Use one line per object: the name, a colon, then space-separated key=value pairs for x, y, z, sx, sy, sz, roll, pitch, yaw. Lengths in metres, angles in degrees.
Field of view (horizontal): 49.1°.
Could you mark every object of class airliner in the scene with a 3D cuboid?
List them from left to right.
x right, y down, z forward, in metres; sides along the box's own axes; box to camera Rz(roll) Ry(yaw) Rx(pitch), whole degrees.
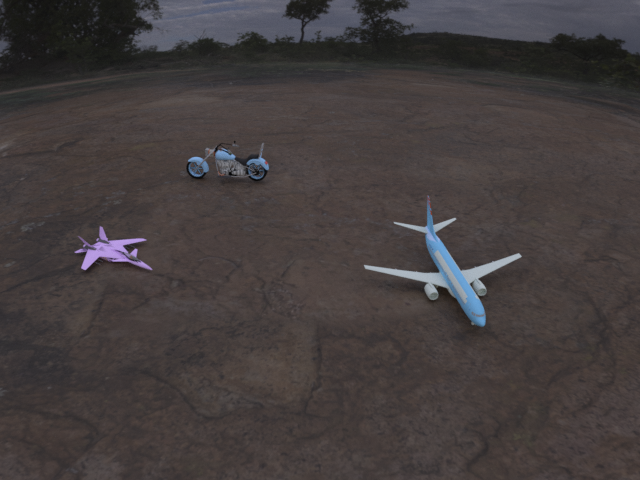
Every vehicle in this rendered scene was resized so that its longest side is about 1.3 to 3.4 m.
airliner: x=1.773 y=0.255 z=9.448 sx=2.257 sy=0.835 sz=2.541 roll=-4 pitch=27 yaw=-8

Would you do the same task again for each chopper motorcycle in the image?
chopper motorcycle: x=-1.714 y=-1.464 z=12.907 sx=1.563 sy=0.761 sz=0.466 roll=5 pitch=27 yaw=9

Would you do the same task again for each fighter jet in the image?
fighter jet: x=-2.932 y=0.166 z=10.229 sx=1.358 sy=0.286 sz=1.147 roll=18 pitch=32 yaw=31
